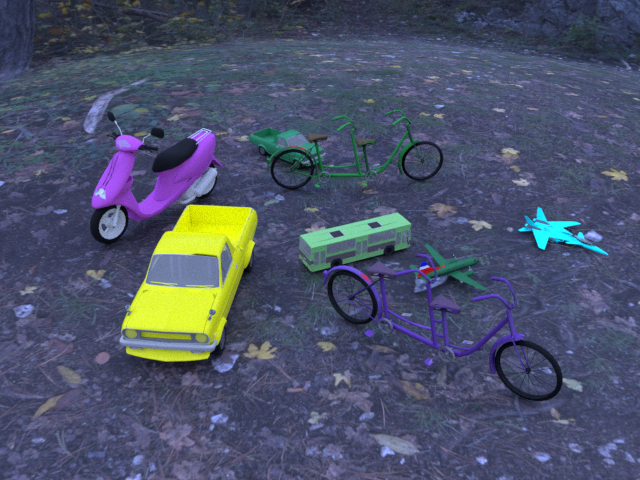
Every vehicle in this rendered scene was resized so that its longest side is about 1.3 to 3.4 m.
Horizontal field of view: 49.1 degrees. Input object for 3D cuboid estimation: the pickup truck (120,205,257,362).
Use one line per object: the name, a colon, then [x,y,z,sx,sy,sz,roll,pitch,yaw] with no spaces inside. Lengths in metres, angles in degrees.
pickup truck: [-1.640,0.361,9.336,1.244,0.993,3.117,3,30,5]

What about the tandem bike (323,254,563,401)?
tandem bike: [1.319,0.838,8.190,3.192,1.326,0.550,21,36,31]

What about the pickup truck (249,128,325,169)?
pickup truck: [-0.649,-1.859,13.609,1.603,0.511,0.640,25,39,36]

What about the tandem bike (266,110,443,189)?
tandem bike: [0.642,-1.563,12.296,3.192,1.326,0.550,-4,31,-7]

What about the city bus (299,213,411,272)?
city bus: [0.534,0.042,10.409,1.674,0.460,0.476,-13,33,-22]

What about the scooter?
scooter: [-2.598,-1.158,11.146,1.288,1.786,2.721,22,37,32]

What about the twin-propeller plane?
twin-propeller plane: [1.828,0.367,9.905,1.095,0.407,1.370,-15,34,-24]

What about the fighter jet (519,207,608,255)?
fighter jet: [3.826,-0.098,10.819,1.147,0.286,1.358,-26,39,-37]
